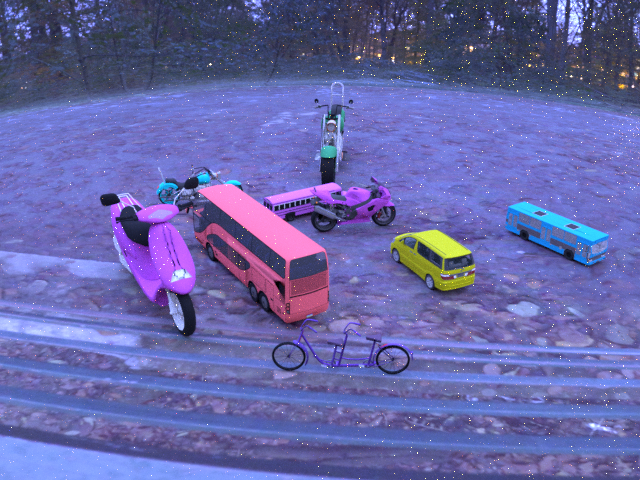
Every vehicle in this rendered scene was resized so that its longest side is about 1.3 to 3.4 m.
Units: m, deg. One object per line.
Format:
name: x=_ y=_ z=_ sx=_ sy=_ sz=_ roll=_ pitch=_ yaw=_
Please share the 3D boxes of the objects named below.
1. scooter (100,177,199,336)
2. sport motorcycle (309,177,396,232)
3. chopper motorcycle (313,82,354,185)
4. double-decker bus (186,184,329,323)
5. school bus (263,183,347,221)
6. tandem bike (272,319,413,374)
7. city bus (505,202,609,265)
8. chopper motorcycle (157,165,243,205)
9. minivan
scooter: x=-2.282 y=0.010 z=9.394 sx=1.288 sy=1.786 sz=2.721 roll=-15 pitch=29 yaw=-28
sport motorcycle: x=0.559 y=-0.571 z=11.768 sx=1.520 sy=0.821 sz=0.506 roll=-6 pitch=26 yaw=-12
chopper motorcycle: x=0.266 y=-2.248 z=14.567 sx=0.906 sy=1.480 sz=3.040 roll=2 pitch=25 yaw=4
double-decker bus: x=-0.975 y=0.071 z=10.129 sx=0.756 sy=1.052 sz=3.251 roll=-15 pitch=29 yaw=-28
school bus: x=-0.184 y=-0.689 z=12.475 sx=1.708 sy=0.434 sz=0.365 roll=-15 pitch=29 yaw=-29
tandem bike: x=0.258 y=1.245 z=8.062 sx=1.642 sy=0.682 sz=0.283 roll=1 pitch=25 yaw=3
city bus: x=3.752 y=-0.109 z=11.210 sx=0.476 sy=0.460 sz=1.674 roll=-16 pitch=30 yaw=-31
chopper motorcycle: x=-2.196 y=-1.014 z=12.783 sx=1.563 sy=0.761 sz=0.466 roll=-5 pitch=26 yaw=-11
minivan: x=1.636 y=0.201 z=10.364 sx=0.681 sy=0.616 sz=1.548 roll=-11 pitch=27 yaw=-23
